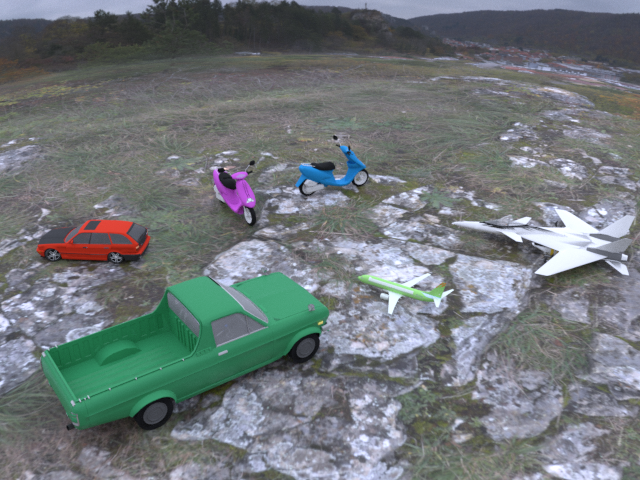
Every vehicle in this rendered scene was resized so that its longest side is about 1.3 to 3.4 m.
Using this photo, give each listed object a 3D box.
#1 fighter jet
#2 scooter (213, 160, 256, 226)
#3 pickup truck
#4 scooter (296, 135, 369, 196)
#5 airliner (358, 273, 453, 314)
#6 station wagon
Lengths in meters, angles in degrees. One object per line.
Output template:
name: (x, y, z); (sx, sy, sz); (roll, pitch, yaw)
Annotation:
fighter jet: (3.291, -0.170, 10.517); (2.640, 0.557, 2.229); (12, 30, 20)
scooter: (-1.408, -0.860, 11.419); (0.662, 0.919, 1.399); (-17, 33, -29)
pickup truck: (-1.397, 1.068, 7.758); (3.117, 0.993, 1.244); (-19, 34, -31)
scooter: (0.230, -1.273, 12.185); (1.399, 0.919, 0.662); (-12, 31, -21)
airliner: (1.070, 0.576, 9.266); (1.307, 0.429, 1.161); (17, 33, 29)
station wagon: (-3.352, -0.015, 10.317); (1.597, 0.473, 0.682); (2, 28, 3)
